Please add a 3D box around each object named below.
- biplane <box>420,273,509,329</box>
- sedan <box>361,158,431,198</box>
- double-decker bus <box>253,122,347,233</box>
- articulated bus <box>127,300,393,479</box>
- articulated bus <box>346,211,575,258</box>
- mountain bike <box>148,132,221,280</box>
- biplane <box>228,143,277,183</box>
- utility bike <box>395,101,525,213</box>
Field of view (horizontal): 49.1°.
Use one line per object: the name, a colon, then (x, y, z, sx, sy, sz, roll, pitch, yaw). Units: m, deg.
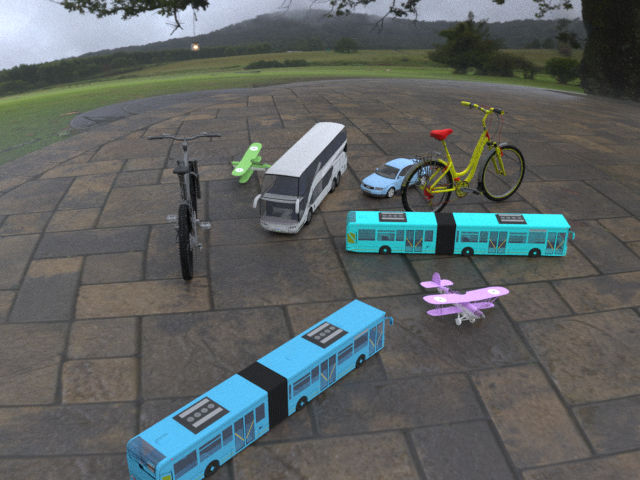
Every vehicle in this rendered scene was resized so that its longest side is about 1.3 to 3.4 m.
biplane: (1.803, 0.766, 9.123, 1.336, 0.504, 1.090, -13, 29, -25)
sedan: (1.439, -1.223, 13.196, 1.613, 0.483, 0.635, -23, 34, -38)
double-decker bus: (-0.233, -1.143, 12.388, 0.756, 1.052, 3.251, 8, 27, 15)
articulated bus: (-0.473, 1.562, 7.438, 0.605, 0.561, 3.401, 21, 33, 36)
articulated bus: (2.106, -0.099, 10.820, 3.401, 0.561, 0.605, 1, 26, 2)
mountain bike: (-2.008, -0.627, 10.616, 1.114, 1.688, 2.857, -3, 26, -6)
biplane: (-1.252, -1.427, 13.586, 1.090, 0.504, 1.336, 6, 27, 12)
utility bike: (2.431, -1.401, 12.021, 2.791, 1.839, 1.039, -13, 29, -25)
